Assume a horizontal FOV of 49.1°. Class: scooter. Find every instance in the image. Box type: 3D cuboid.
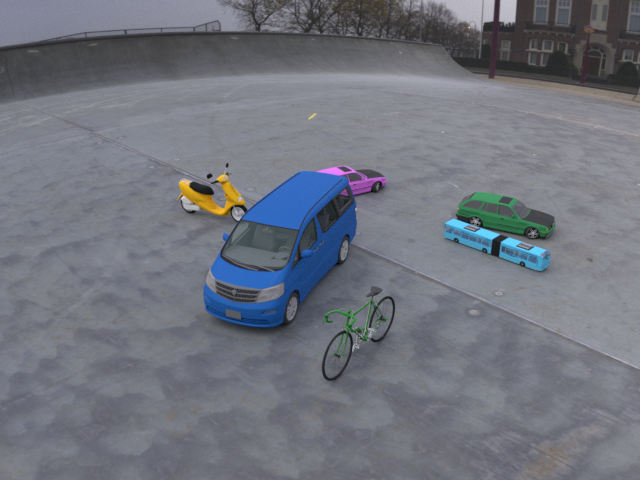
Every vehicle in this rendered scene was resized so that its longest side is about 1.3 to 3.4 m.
[{"bbox_3d":[-1.841,-0.806,11.896,1.399,0.919,0.662,11,28,22],"label":"scooter"}]

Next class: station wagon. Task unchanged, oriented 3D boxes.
[{"bbox_3d":[3.105,-0.444,11.660,1.597,0.473,0.682,14,29,26],"label":"station wagon"},{"bbox_3d":[0.482,-1.108,13.029,1.597,0.473,0.682,-14,29,-27],"label":"station wagon"}]

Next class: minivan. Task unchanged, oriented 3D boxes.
[{"bbox_3d":[-0.480,0.045,9.822,1.324,1.197,3.011,11,28,21],"label":"minivan"}]

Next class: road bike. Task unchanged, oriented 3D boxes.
[{"bbox_3d":[0.482,1.026,8.195,0.358,0.852,1.545,18,31,32],"label":"road bike"}]

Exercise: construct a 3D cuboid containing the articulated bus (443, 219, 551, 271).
[{"bbox_3d":[2.696,0.060,10.831,1.749,0.289,0.311,23,34,39],"label":"articulated bus"}]
